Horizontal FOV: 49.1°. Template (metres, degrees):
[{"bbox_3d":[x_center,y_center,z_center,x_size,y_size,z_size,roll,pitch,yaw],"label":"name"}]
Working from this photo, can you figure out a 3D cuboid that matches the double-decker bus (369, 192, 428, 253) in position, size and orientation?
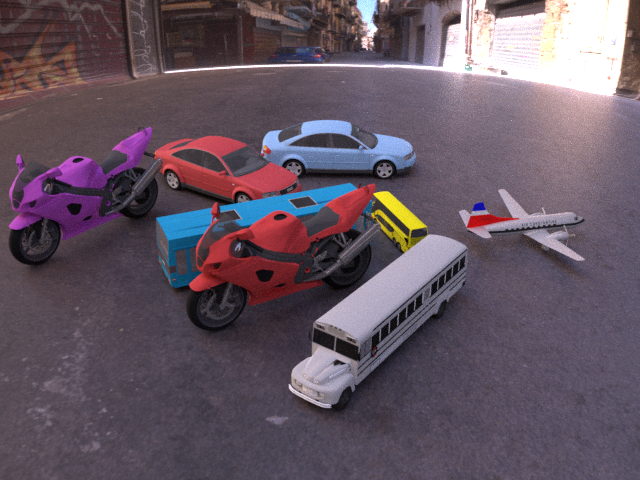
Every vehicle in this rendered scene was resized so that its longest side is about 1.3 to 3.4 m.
[{"bbox_3d":[1.261,-0.309,11.612,0.389,0.541,1.672,-10,29,-17],"label":"double-decker bus"}]

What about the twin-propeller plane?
[{"bbox_3d":[3.377,-0.334,11.391,2.129,0.792,2.663,-6,29,-12],"label":"twin-propeller plane"}]

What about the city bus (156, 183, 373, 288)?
[{"bbox_3d":[-0.807,-0.075,10.792,3.255,0.894,0.926,-12,30,-21],"label":"city bus"}]

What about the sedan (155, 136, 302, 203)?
[{"bbox_3d":[-1.761,-1.353,13.158,3.137,0.940,1.235,19,33,31],"label":"sedan"}]

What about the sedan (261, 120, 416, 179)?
[{"bbox_3d":[0.372,-1.886,14.165,3.137,0.940,1.235,1,28,2],"label":"sedan"}]

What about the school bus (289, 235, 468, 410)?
[{"bbox_3d":[0.837,0.943,8.921,0.709,0.844,3.322,19,33,32],"label":"school bus"}]

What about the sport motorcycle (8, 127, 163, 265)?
[{"bbox_3d":[-3.768,-0.760,11.335,0.983,1.596,2.955,18,33,30],"label":"sport motorcycle"}]

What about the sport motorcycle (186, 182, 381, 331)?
[{"bbox_3d":[-0.468,0.202,9.518,2.955,1.596,0.983,-17,32,-29],"label":"sport motorcycle"}]
